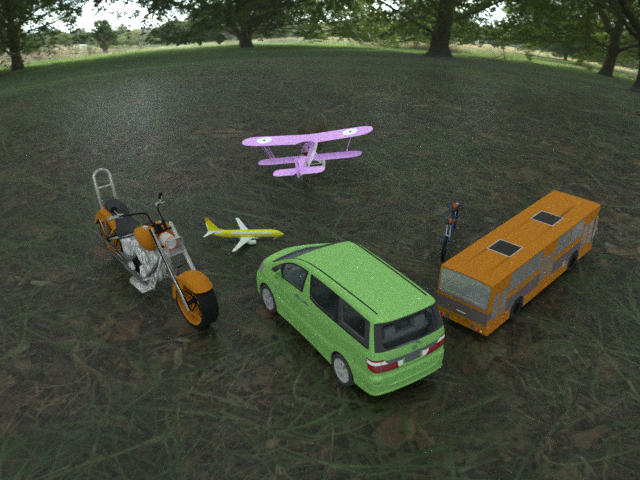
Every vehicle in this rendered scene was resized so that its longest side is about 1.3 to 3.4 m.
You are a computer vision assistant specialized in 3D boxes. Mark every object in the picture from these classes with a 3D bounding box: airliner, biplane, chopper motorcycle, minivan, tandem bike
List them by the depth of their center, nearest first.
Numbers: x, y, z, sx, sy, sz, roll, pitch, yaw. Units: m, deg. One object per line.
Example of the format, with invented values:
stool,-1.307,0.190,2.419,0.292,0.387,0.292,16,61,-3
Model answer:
minivan,0.269,0.735,9.082,1.324,1.197,3.011,-17,33,-28
chopper motorcycle,-2.426,0.070,9.994,0.906,1.480,3.040,-23,36,-35
tandem bike,2.142,-0.263,11.423,0.283,0.682,1.642,9,30,16
airliner,-1.255,-0.187,11.547,1.307,0.429,1.161,-1,29,-3
biplane,-0.311,-1.653,13.631,2.598,0.981,2.120,4,29,7

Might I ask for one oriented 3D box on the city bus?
city bus,2.965,0.277,10.225,0.926,0.894,3.255,24,37,37
